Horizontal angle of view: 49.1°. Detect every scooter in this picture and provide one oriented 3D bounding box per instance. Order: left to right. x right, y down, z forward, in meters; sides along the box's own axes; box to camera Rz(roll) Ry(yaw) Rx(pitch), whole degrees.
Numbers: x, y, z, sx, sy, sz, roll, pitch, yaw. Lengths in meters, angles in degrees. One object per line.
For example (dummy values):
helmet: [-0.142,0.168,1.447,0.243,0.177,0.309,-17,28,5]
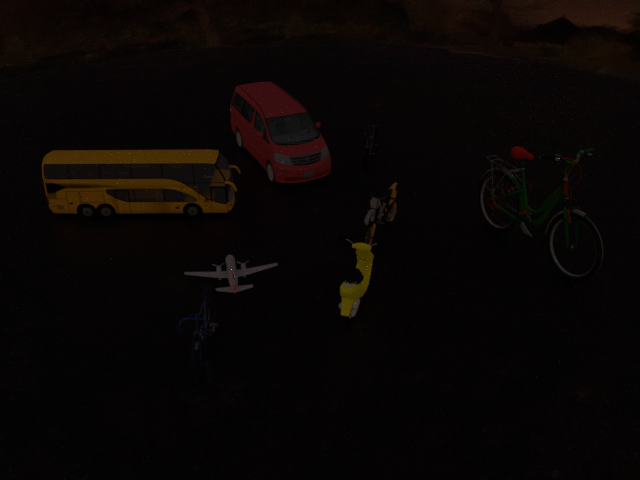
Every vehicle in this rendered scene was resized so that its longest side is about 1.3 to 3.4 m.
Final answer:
scooter: [0.521,0.451,9.673,0.662,0.919,1.399,8,31,14]

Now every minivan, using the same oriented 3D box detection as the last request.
minivan: [-0.829,-2.165,13.890,1.324,1.197,3.011,-13,33,-21]

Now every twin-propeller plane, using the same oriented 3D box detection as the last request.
twin-propeller plane: [-1.282,0.443,10.195,1.370,0.407,1.095,-5,31,-9]

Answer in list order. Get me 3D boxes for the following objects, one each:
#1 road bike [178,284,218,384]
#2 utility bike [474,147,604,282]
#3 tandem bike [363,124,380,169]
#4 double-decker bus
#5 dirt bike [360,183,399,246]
road bike: [-1.446,1.064,8.688,0.358,0.852,1.545,2,30,3]
utility bike: [3.370,-0.655,10.658,1.039,1.839,2.791,-15,33,-23]
tandem bike: [1.026,-2.010,14.136,0.283,0.682,1.642,6,31,10]
double-decker bus: [-3.018,-0.982,12.003,3.251,1.052,0.756,0,30,-1]
dirt bike: [0.979,-0.418,11.226,0.527,0.857,1.493,14,33,23]
